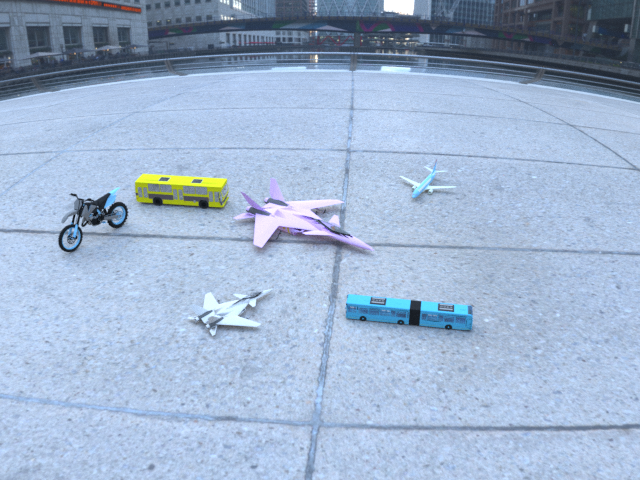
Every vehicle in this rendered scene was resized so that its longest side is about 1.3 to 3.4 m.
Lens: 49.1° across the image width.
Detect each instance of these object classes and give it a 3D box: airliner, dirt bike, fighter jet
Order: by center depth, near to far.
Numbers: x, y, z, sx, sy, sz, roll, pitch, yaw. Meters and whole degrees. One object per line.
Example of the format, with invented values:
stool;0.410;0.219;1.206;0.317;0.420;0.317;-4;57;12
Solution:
fighter jet;-1.160;0.872;9.899;1.358;0.286;1.147;-25;37;-39
dirt bike;-3.780;-0.398;11.674;0.527;0.857;1.493;16;32;27
fighter jet;-0.156;-0.372;11.944;2.640;0.557;2.229;21;34;34
airliner;2.046;-1.174;13.583;1.161;0.429;1.307;14;31;24

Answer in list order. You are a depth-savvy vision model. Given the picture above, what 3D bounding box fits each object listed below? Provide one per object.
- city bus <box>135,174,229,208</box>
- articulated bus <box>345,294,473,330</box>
city bus;-2.566;-0.902;13.040;1.674;0.460;0.476;4;28;7
articulated bus;1.214;0.994;9.667;1.749;0.289;0.311;5;28;9
